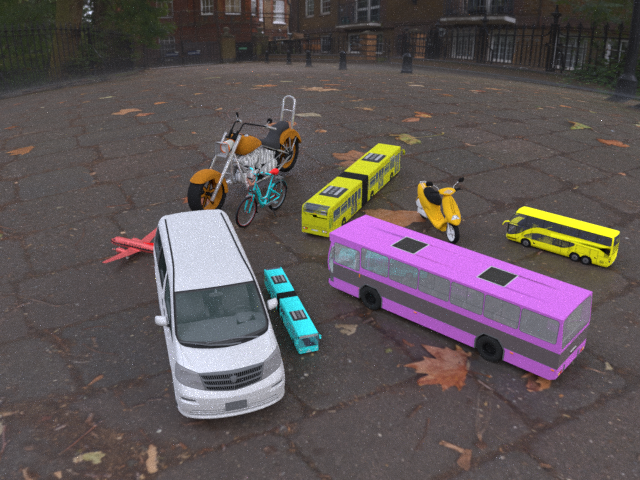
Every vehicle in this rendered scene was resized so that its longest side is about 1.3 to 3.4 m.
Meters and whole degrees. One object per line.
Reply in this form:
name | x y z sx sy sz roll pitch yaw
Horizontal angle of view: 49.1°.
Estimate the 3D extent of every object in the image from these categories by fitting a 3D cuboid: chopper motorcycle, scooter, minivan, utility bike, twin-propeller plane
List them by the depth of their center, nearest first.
minivan | -1.265 0.732 8.130 1.324 1.197 3.011 -8 27 -15
twin-propeller plane | -2.693 0.040 10.427 1.095 0.407 1.370 11 28 22
scooter | 1.882 -0.590 11.127 0.662 0.919 1.399 -8 27 -17
utility bike | -0.898 -0.786 11.494 0.535 0.946 1.435 16 30 29
chopper motorcycle | -1.284 -1.538 12.417 0.906 1.480 3.040 15 30 28

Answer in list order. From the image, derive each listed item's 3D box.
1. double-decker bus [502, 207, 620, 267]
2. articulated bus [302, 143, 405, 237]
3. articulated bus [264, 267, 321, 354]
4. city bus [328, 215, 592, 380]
double-decker bus | 3.592 -0.071 10.500 1.672 0.541 0.389 19 32 34
articulated bus | 0.645 -0.949 12.259 0.605 0.561 3.401 12 29 22
articulated bus | -0.391 0.856 8.906 0.311 0.289 1.749 -8 27 -16
city bus | 1.584 0.637 8.664 3.255 0.894 0.926 21 33 36
